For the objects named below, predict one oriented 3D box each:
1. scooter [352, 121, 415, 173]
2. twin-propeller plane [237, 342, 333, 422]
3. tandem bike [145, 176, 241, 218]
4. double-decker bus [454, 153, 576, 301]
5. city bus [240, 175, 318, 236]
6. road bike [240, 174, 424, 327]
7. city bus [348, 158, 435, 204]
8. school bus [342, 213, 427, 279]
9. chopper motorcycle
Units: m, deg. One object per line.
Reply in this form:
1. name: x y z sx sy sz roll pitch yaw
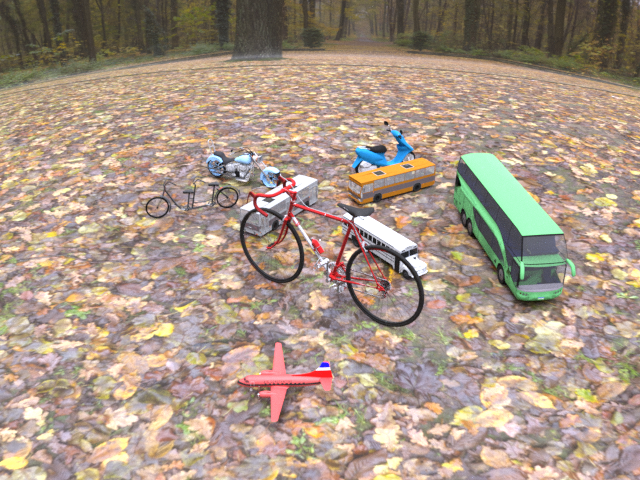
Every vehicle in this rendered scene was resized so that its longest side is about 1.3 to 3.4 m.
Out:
1. scooter: 1.255 -1.742 13.493 1.399 0.919 0.662 -13 31 -22
2. twin-propeller plane: -0.401 1.559 7.967 1.095 0.407 1.370 -1 29 -1
3. tandem bike: -2.162 -0.768 11.951 1.642 0.682 0.283 -10 30 -17
4. double-decker bus: 2.816 -0.265 10.642 0.756 1.052 3.251 -3 29 -6
5. city bus: -0.664 -0.585 11.847 0.476 0.460 1.674 18 33 30
6. road bike: 0.062 0.122 9.300 3.004 1.656 0.696 19 34 31
7. city bus: 1.315 -1.066 12.732 1.674 0.460 0.476 -16 32 -27
8. school bus: 0.977 0.056 10.698 0.365 0.434 1.708 -18 34 -30
9. chopper motorcycle: -1.439 -1.422 13.071 1.563 0.761 0.466 12 31 21
